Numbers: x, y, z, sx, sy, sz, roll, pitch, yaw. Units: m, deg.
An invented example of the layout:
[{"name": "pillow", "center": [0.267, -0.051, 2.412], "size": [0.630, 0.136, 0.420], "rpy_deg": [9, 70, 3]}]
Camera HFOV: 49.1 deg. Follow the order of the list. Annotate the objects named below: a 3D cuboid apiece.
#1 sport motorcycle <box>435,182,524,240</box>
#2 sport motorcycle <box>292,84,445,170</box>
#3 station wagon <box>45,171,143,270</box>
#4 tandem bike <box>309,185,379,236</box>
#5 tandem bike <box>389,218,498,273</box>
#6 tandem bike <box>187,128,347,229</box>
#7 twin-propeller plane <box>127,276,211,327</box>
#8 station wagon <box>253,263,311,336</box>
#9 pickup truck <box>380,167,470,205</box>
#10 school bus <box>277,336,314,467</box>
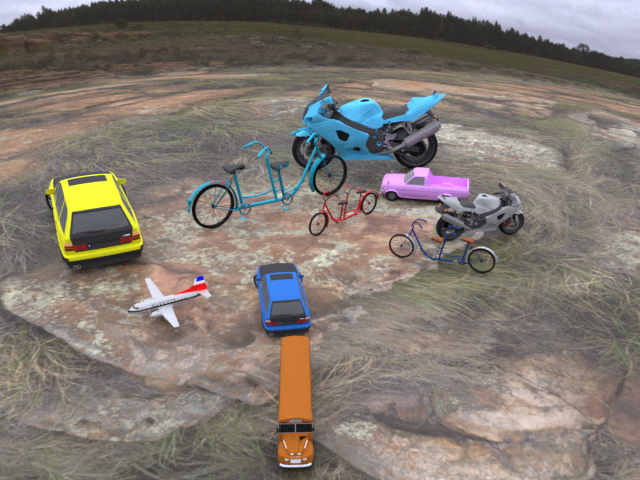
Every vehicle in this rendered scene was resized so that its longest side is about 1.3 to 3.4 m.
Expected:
[{"name": "sport motorcycle", "center": [2.553, -0.418, 11.109], "size": [1.520, 0.821, 0.506], "rpy_deg": [-5, 27, -10]}, {"name": "sport motorcycle", "center": [0.923, -2.145, 13.682], "size": [2.955, 1.596, 0.983], "rpy_deg": [-1, 27, -3]}, {"name": "station wagon", "center": [-3.701, -0.575, 11.310], "size": [1.327, 0.920, 3.105], "rpy_deg": [-11, 29, -20]}, {"name": "tandem bike", "center": [0.420, -0.571, 11.570], "size": [1.642, 0.682, 0.283], "rpy_deg": [-23, 35, -38]}, {"name": "tandem bike", "center": [1.801, 0.076, 10.282], "size": [1.642, 0.682, 0.283], "rpy_deg": [11, 29, 20]}, {"name": "tandem bike", "center": [-0.813, -1.091, 11.887], "size": [3.192, 1.326, 0.550], "rpy_deg": [-18, 32, -31]}, {"name": "twin-propeller plane", "center": [-2.004, 0.758, 9.231], "size": [1.095, 0.407, 1.370], "rpy_deg": [-13, 30, -25]}, {"name": "station wagon", "center": [-0.511, 0.673, 9.324], "size": [0.682, 0.473, 1.597], "rpy_deg": [-4, 27, -8]}, {"name": "pickup truck", "center": [1.895, -1.002, 12.618], "size": [1.603, 0.511, 0.640], "rpy_deg": [5, 27, 10]}, {"name": "school bus", "center": [-0.258, 1.667, 7.391], "size": [0.365, 0.434, 1.708], "rpy_deg": [-1, 27, -2]}]
